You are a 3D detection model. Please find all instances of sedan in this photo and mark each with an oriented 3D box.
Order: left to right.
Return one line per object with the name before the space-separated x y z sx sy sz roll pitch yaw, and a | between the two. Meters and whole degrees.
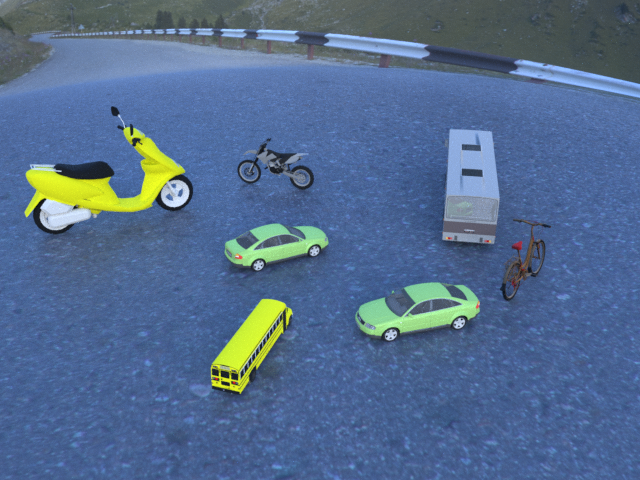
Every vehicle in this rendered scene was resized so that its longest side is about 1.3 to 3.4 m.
sedan | -0.634 0.030 10.508 1.613 0.483 0.635 -14 30 -25
sedan | 1.238 0.854 8.885 1.613 0.483 0.635 -8 28 -15

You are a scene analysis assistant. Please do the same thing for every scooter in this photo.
scooter | -3.403 -1.101 11.297 2.721 1.786 1.288 -13 30 -24

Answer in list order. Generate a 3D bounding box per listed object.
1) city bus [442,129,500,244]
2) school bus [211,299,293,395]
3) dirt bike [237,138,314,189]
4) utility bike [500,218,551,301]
city bus | 2.561 -0.965 12.014 0.926 0.894 3.255 5 27 9
school bus | -0.759 1.177 8.305 0.365 0.434 1.708 9 28 16
dirt bike | -0.831 -1.381 12.874 1.493 0.857 0.527 7 28 14
utility bike | 2.781 0.218 9.628 0.535 0.946 1.435 20 33 33
